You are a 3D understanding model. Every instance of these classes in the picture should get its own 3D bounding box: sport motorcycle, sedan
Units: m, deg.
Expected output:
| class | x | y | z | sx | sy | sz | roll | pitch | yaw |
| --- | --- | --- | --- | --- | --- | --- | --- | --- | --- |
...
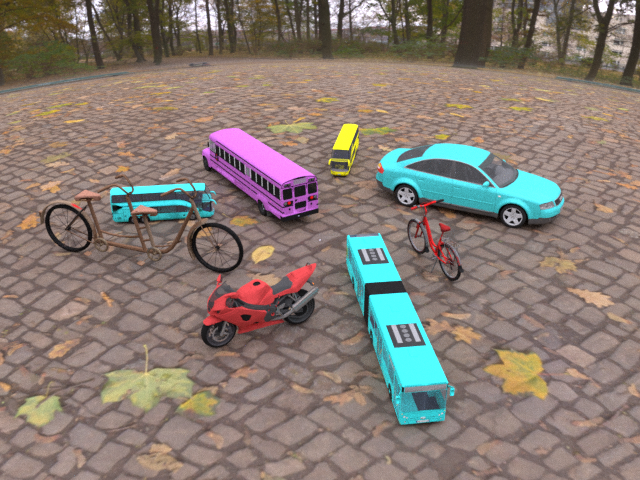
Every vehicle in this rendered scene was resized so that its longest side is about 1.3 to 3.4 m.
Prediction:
| class | x | y | z | sx | sy | sz | roll | pitch | yaw |
| --- | --- | --- | --- | --- | --- | --- | --- | --- | --- |
| sport motorcycle | -0.714 | 0.774 | 8.368 | 1.520 | 0.821 | 0.506 | -14 | 31 | -25 |
| sedan | 2.484 | -1.028 | 11.726 | 3.137 | 0.940 | 1.235 | 13 | 30 | 24 |

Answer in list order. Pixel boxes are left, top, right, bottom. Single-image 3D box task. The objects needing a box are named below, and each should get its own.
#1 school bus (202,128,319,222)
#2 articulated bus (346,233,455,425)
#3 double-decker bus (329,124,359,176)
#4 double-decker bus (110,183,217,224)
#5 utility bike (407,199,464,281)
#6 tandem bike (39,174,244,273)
| class | x | y | z | sx | sy | sz | roll | pitch | yaw |
| --- | --- | --- | --- | --- | --- | --- | --- | --- | --- |
| school bus | -1.167 | -1.233 | 12.226 | 0.709 | 0.844 | 3.322 | -16 | 31 | -28 |
| articulated bus | 0.820 | 0.891 | 8.426 | 0.605 | 0.561 | 3.401 | -3 | 28 | -7 |
| double-decker bus | 0.489 | -1.740 | 13.537 | 0.389 | 0.541 | 1.672 | 5 | 28 | 9 |
| double-decker bus | -2.519 | -0.601 | 11.334 | 1.672 | 0.541 | 0.389 | -4 | 28 | -7 |
| utility bike | 1.561 | -0.034 | 9.797 | 0.535 | 0.946 | 1.435 | -12 | 30 | -21 |
| tandem bike | -2.584 | -0.278 | 9.854 | 3.192 | 1.326 | 0.550 | 7 | 28 | 14 |
